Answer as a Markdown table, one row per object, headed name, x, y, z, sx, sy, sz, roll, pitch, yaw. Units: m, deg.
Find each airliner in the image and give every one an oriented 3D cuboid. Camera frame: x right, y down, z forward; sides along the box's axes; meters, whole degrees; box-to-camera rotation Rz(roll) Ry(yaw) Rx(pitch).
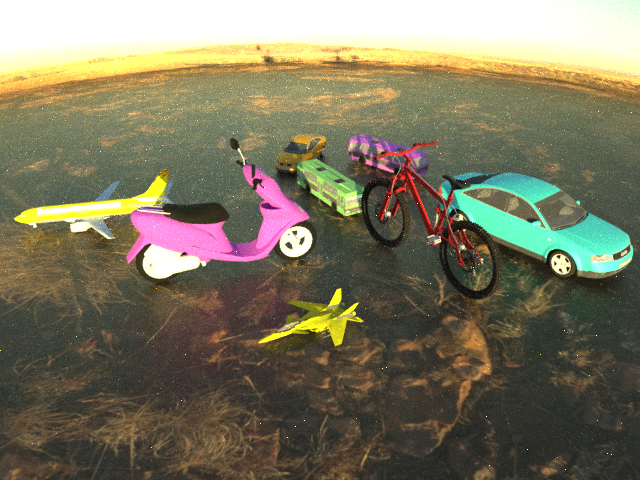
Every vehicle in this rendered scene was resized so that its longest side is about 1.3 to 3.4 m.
| name | x | y | z | sx | sy | sz | roll | pitch | yaw |
| --- | --- | --- | --- | --- | --- | --- | --- | --- | --- |
| airliner | -3.658 | -0.668 | 11.361 | 2.541 | 0.835 | 2.257 | -6 | 28 | -11 |

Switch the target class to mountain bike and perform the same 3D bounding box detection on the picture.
| name | x | y | z | sx | sy | sz | roll | pitch | yaw |
| --- | --- | --- | --- | --- | --- | --- | --- | --- | --- |
| mountain bike | 1.485 | -0.337 | 9.792 | 1.114 | 1.688 | 2.857 | -17 | 32 | -30 |

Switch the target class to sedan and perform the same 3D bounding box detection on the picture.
| name | x | y | z | sx | sy | sz | roll | pitch | yaw |
| --- | --- | --- | --- | --- | --- | --- | --- | --- | --- |
| sedan | -0.375 | -1.780 | 13.897 | 0.635 | 0.483 | 1.613 | 10 | 29 | 19 |
| sedan | 3.216 | -0.383 | 10.694 | 1.235 | 0.940 | 3.137 | -22 | 35 | -36 |

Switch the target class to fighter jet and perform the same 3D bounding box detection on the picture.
| name | x | y | z | sx | sy | sz | roll | pitch | yaw |
| --- | --- | --- | --- | --- | --- | --- | --- | --- | --- |
| fighter jet | -0.173 | 0.998 | 8.735 | 1.358 | 0.286 | 1.147 | -16 | 31 | -28 |

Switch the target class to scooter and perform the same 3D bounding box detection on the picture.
| name | x | y | z | sx | sy | sz | roll | pitch | yaw |
| --- | --- | --- | --- | --- | --- | --- | --- | --- | --- |
| scooter | -1.340 | -0.349 | 9.707 | 2.721 | 1.786 | 1.288 | -9 | 29 | -17 |

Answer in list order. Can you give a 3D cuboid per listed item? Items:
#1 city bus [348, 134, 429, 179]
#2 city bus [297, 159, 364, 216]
| name | x | y | z | sx | sy | sz | roll | pitch | yaw |
| --- | --- | --- | --- | --- | --- | --- | --- | --- | --- |
| city bus | 1.305 | -1.609 | 13.591 | 1.674 | 0.460 | 0.476 | 24 | 36 | 38 |
| city bus | 0.178 | -0.922 | 12.260 | 0.476 | 0.460 | 1.674 | -15 | 31 | -27 |
